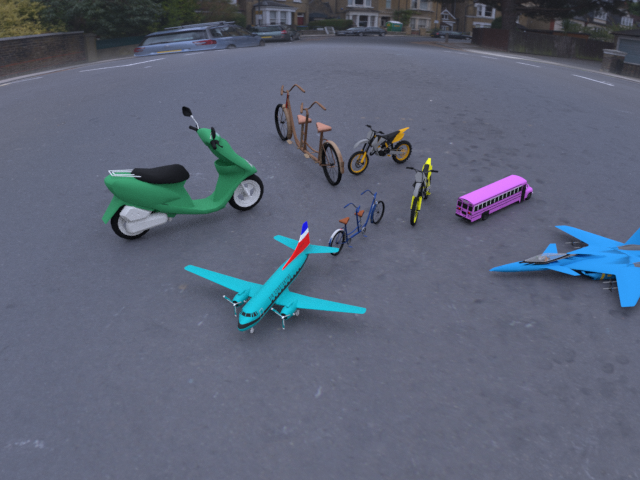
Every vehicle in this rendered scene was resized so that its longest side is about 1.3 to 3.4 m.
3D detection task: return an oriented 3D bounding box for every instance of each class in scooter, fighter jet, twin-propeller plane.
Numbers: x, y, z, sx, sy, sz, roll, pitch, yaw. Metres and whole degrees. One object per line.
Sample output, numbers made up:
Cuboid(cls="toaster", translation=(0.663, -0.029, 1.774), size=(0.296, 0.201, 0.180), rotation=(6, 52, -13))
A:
Cuboid(cls="scooter", translation=(-2.139, -1.036, 11.064), size=(2.721, 1.786, 1.288), rotation=(-16, 34, -26))
Cuboid(cls="fighter jet", translation=(3.749, 0.218, 10.120), size=(2.640, 0.557, 2.229), rotation=(-3, 30, -5))
Cuboid(cls="twin-propeller plane", translation=(-0.569, 0.500, 9.398), size=(2.663, 0.792, 2.129), rotation=(12, 32, 20))

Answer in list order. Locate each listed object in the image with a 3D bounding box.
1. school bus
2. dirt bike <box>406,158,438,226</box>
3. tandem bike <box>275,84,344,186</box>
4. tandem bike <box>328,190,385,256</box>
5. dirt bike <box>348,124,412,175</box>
Cuboid(cls="school bus", translation=(3.006, -0.731, 11.888), size=(1.708, 0.434, 0.365), rotation=(-22, 37, -33))
Cuboid(cls="dirt bike", translation=(1.707, -0.868, 11.704), size=(0.527, 0.857, 1.493), rotation=(9, 31, 15))
Cuboid(cls="tandem bike", translation=(-0.270, -2.115, 13.395), size=(0.550, 1.326, 3.192), rotation=(-13, 32, -21))
Cuboid(cls="tandem bike", translation=(0.592, -0.316, 10.921), size=(0.283, 0.682, 1.642), rotation=(19, 35, 30))
Cuboid(cls="dirt bike", translation=(1.154, -1.734, 13.204), size=(1.493, 0.857, 0.527), rotation=(-18, 34, -28))
